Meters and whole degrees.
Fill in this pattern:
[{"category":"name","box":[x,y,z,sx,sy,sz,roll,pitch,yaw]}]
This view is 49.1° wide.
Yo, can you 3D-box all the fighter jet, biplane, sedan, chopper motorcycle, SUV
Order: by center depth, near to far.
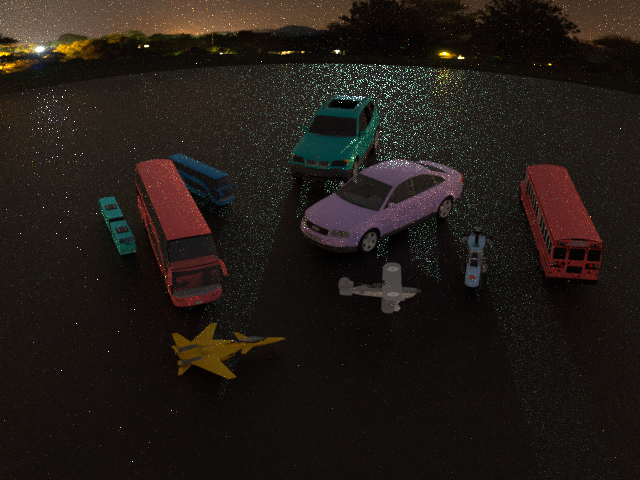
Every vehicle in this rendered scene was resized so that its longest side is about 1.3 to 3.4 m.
[{"category":"fighter jet","box":[-1.073,1.234,8.398,1.358,0.286,1.147,-9,29,-16]},{"category":"biplane","box":[0.790,0.656,9.279,1.090,0.504,1.336,3,27,5]},{"category":"chopper motorcycle","box":[2.210,0.169,9.940,0.466,0.761,1.563,7,28,12]},{"category":"sedan","box":[1.057,-0.687,11.398,3.137,0.940,1.235,-23,35,-37]},{"category":"SUV","box":[0.362,-2.072,13.868,1.276,1.128,3.058,8,28,14]}]

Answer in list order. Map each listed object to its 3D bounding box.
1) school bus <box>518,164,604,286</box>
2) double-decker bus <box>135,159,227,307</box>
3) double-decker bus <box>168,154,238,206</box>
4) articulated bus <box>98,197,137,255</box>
[{"category":"school bus","box":[3.656,-0.384,10.917,0.709,0.844,3.322,3,28,6]},{"category":"double-decker bus","box":[-2.139,-0.171,10.281,0.756,1.052,3.251,-10,29,-19]},{"category":"double-decker bus","box":[-2.147,-1.083,12.596,0.389,0.541,1.672,-24,36,-38]},{"category":"articulated bus","box":[-3.268,-0.253,11.268,0.311,0.289,1.749,-12,30,-22]}]
